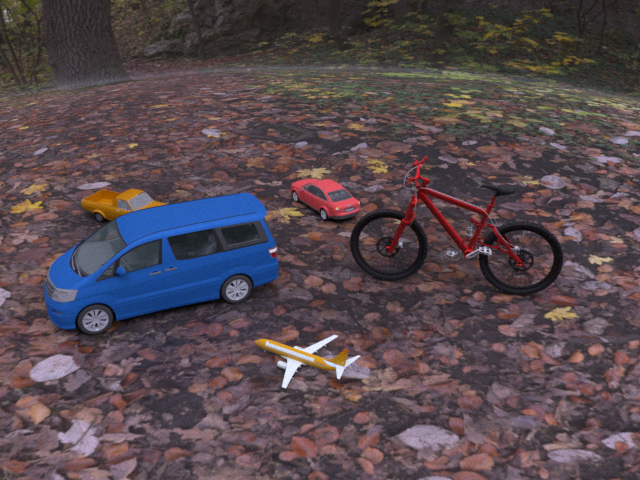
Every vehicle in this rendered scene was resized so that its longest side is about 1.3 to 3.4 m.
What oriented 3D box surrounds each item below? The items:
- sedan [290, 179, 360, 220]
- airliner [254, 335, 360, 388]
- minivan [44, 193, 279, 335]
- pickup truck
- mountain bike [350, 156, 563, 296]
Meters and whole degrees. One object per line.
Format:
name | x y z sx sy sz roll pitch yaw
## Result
sedan | 0.061 -0.790 12.121 0.635 0.483 1.613 -16 31 -29
airliner | -0.224 1.259 8.059 1.307 0.429 1.161 15 30 27
minivan | -2.093 0.240 9.248 3.011 1.197 1.324 -11 29 -21
pickup truck | -3.188 -0.557 11.622 1.603 0.511 0.640 12 29 23
mountain bike | 1.814 -0.107 9.394 2.857 1.688 1.114 6 27 12
